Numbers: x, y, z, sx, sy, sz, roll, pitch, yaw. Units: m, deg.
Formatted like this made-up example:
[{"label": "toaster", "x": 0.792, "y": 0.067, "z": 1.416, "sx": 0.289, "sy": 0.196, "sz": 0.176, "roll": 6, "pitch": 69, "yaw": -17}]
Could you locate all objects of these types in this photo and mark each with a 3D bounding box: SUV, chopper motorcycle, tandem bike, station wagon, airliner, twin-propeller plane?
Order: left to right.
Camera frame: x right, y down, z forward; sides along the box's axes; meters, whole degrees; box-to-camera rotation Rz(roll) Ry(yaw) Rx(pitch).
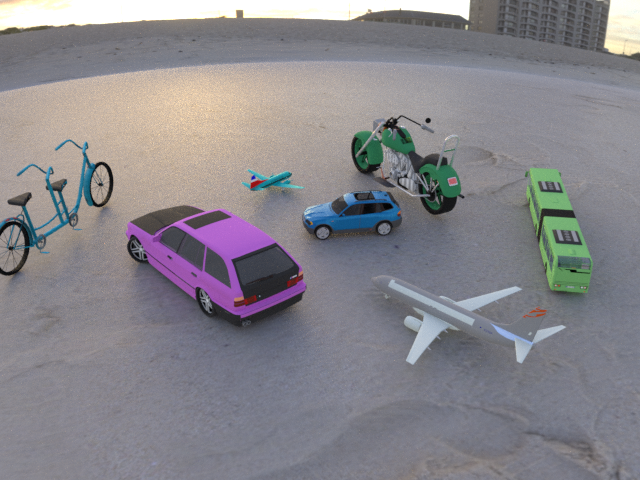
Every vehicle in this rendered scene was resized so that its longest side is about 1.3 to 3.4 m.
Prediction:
[{"label": "tandem bike", "x": -4.014, "y": -0.633, "z": 10.610, "sx": 0.550, "sy": 1.326, "sz": 3.192, "roll": 7, "pitch": 28, "yaw": 13}, {"label": "station wagon", "x": -1.554, "y": 0.096, "z": 9.642, "sx": 1.327, "sy": 0.920, "sz": 3.105, "roll": -21, "pitch": 34, "yaw": -35}, {"label": "twin-propeller plane", "x": -0.866, "y": -1.095, "z": 12.501, "sx": 1.370, "sy": 0.407, "sz": 1.095, "roll": 21, "pitch": 34, "yaw": 34}, {"label": "SUV", "x": 0.505, "y": -0.427, "z": 11.023, "sx": 1.572, "sy": 0.580, "sz": 0.656, "roll": -4, "pitch": 28, "yaw": -8}, {"label": "chopper motorcycle", "x": 1.411, "y": -1.503, "z": 12.124, "sx": 0.906, "sy": 1.480, "sz": 3.040, "roll": -14, "pitch": 30, "yaw": -24}, {"label": "airliner", "x": 1.586, "y": 0.729, "z": 8.510, "sx": 2.257, "sy": 0.835, "sz": 2.541, "roll": -24, "pitch": 36, "yaw": -39}]

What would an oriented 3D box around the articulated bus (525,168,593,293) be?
[{"label": "articulated bus", "x": 3.597, "y": -0.262, "z": 10.724, "sx": 0.605, "sy": 0.561, "sz": 3.401, "roll": 4, "pitch": 28, "yaw": 8}]
